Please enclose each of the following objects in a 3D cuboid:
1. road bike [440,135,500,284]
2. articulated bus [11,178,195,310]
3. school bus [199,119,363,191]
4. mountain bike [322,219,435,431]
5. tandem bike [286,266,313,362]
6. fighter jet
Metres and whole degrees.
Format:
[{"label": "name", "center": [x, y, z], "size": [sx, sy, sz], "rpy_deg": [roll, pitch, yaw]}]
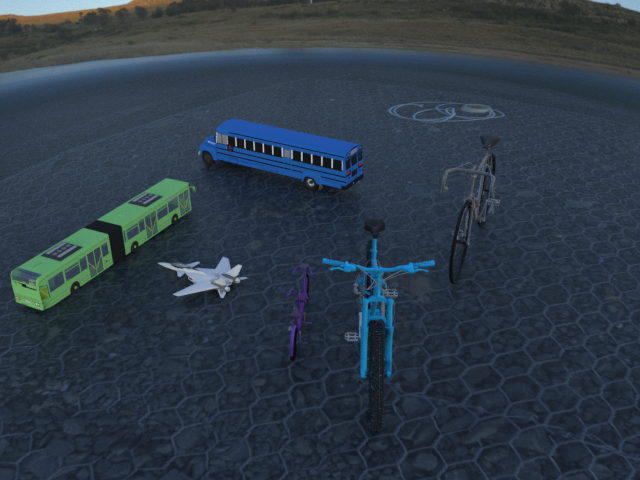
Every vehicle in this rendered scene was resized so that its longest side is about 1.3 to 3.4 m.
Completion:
[{"label": "road bike", "center": [2.278, -0.595, 10.194], "size": [0.696, 1.656, 3.004], "rpy_deg": [11, 30, 20]}, {"label": "articulated bus", "center": [-3.048, -0.050, 10.338], "size": [0.605, 0.561, 3.401], "rpy_deg": [13, 31, 22]}, {"label": "school bus", "center": [-0.814, -1.611, 12.913], "size": [3.322, 0.844, 0.709], "rpy_deg": [16, 32, 26]}, {"label": "mountain bike", "center": [0.599, 0.703, 7.774], "size": [1.114, 1.688, 2.857], "rpy_deg": [1, 29, 2]}, {"label": "tandem bike", "center": [-0.249, 0.817, 8.618], "size": [0.283, 0.682, 1.642], "rpy_deg": [3, 29, 5]}, {"label": "fighter jet", "center": [-1.743, 0.411, 9.777], "size": [1.358, 0.286, 1.147], "rpy_deg": [15, 32, 25]}]
